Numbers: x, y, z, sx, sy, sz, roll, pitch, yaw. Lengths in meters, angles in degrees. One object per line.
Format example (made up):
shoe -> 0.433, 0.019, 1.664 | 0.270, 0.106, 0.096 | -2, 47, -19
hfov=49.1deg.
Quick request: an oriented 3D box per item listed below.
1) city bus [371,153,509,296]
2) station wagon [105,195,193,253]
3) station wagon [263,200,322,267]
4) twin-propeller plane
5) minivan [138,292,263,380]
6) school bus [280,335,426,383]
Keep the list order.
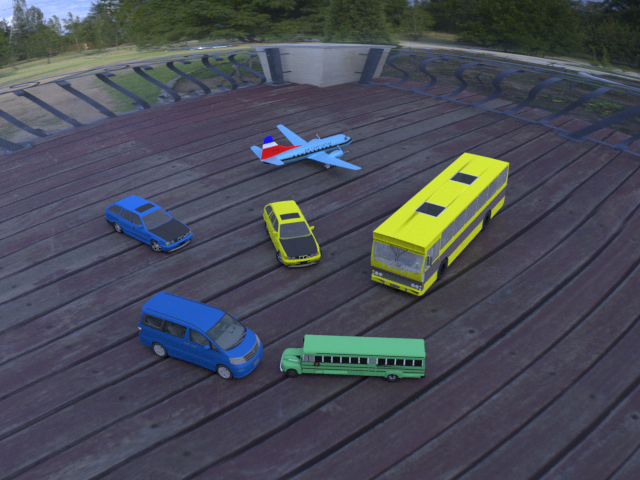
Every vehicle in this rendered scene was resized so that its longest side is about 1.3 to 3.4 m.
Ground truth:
city bus -> 1.913, -0.313, 10.725 | 0.926, 0.894, 3.255 | 18, 35, 28
station wagon -> -2.728, -0.297, 11.112 | 1.597, 0.473, 0.682 | 22, 37, 33
station wagon -> -0.453, -0.150, 10.863 | 0.682, 0.473, 1.597 | -8, 32, -14
twin-propeller plane -> -0.223, -1.811, 13.362 | 2.129, 0.792, 2.663 | -20, 36, -30
minivan -> -1.454, 1.143, 8.533 | 1.548, 0.616, 0.681 | 14, 33, 22
school bus -> 0.382, 1.389, 8.295 | 1.708, 0.434, 0.365 | 2, 31, 3
